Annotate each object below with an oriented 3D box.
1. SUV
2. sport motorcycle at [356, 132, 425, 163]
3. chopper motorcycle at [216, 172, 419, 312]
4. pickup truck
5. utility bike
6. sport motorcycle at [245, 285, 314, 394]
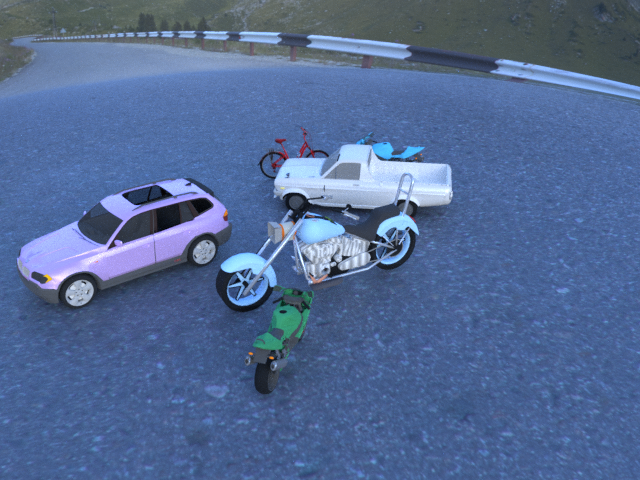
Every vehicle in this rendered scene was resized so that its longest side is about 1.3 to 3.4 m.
[{"bbox_3d":[-2.768,-0.072,10.086,3.058,1.128,1.276,-20,33,-33],"label":"SUV"},{"bbox_3d":[1.250,-1.537,13.323,1.520,0.821,0.506,13,30,25],"label":"sport motorcycle"},{"bbox_3d":[0.032,0.004,9.547,3.040,1.480,0.906,-13,30,-24],"label":"chopper motorcycle"},{"bbox_3d":[0.761,-1.087,12.242,3.117,0.993,1.244,4,27,8],"label":"pickup truck"},{"bbox_3d":[-0.499,-1.665,13.438,1.435,0.946,0.535,-3,27,-6],"label":"utility bike"},{"bbox_3d":[-0.431,1.103,8.103,0.506,0.821,1.520,8,28,16],"label":"sport motorcycle"}]
